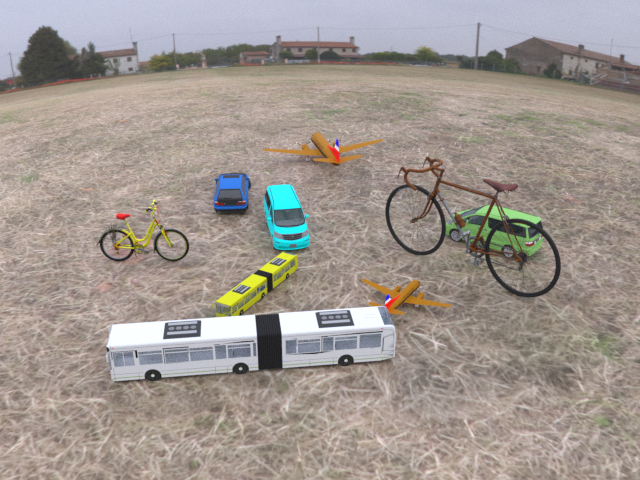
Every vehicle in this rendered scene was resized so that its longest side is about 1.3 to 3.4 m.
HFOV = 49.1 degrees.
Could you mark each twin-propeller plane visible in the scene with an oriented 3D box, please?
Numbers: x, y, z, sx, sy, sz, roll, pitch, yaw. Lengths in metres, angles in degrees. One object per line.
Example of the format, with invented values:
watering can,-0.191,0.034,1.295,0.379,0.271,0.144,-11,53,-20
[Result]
twin-propeller plane,0.127,-2.013,14.801,2.663,0.792,2.129,-6,27,-13
twin-propeller plane,1.131,0.734,9.602,1.370,0.407,1.095,15,30,29

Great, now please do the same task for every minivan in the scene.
minivan,-0.571,-0.386,11.662,0.681,0.616,1.548,-5,26,-10
minivan,2.790,-0.208,11.296,1.548,0.616,0.681,20,32,35

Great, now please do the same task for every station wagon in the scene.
station wagon,-1.639,-0.978,13.039,0.682,0.473,1.597,-2,26,-4

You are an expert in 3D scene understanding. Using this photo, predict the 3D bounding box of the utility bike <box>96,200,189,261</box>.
utility bike,-2.733,-0.127,10.754,1.435,0.946,0.535,0,26,0

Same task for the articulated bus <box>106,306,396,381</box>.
articulated bus,-0.808,1.231,8.404,3.401,0.561,0.605,-3,26,-7

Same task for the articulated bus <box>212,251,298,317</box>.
articulated bus,-0.868,0.632,9.945,0.311,0.289,1.749,14,29,26

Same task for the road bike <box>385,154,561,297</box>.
road bike,2.134,-0.250,10.195,3.004,1.656,0.697,23,34,39
